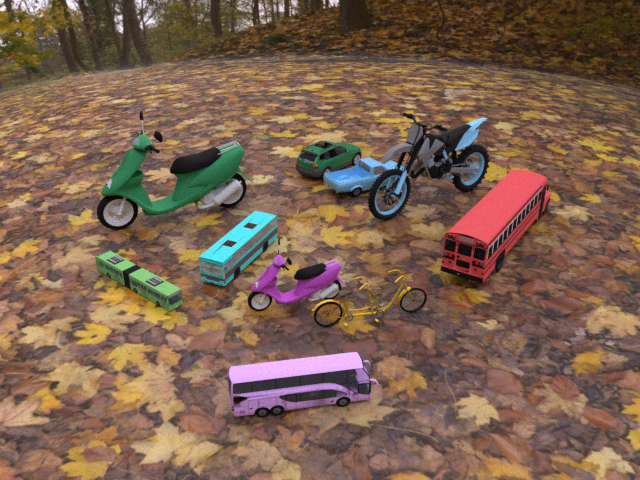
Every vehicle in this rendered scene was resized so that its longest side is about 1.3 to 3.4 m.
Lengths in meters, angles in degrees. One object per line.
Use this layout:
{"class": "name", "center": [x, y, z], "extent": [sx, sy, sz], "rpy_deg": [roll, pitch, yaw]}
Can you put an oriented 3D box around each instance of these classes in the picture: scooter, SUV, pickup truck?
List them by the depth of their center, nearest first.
{"class": "scooter", "center": [-0.320, 0.499, 9.607], "extent": [1.399, 0.919, 0.662], "rpy_deg": [-8, 30, -14]}
{"class": "scooter", "center": [-2.451, -1.190, 11.788], "extent": [2.721, 1.786, 1.288], "rpy_deg": [-13, 31, -23]}
{"class": "pickup truck", "center": [0.875, -1.234, 13.196], "extent": [1.603, 0.511, 0.640], "rpy_deg": [-15, 32, -25]}
{"class": "SUV", "center": [0.191, -1.685, 13.948], "extent": [0.656, 0.580, 1.572], "rpy_deg": [22, 35, 34]}

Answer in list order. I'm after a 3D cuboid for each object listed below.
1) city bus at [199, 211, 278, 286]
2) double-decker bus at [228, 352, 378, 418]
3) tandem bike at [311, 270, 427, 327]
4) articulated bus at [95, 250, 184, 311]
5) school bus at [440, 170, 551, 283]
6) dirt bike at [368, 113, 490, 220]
{"class": "city bus", "center": [-1.221, 0.120, 10.776], "extent": [0.476, 0.460, 1.674], "rpy_deg": [12, 31, 21]}
{"class": "double-decker bus", "center": [-0.194, 1.630, 7.933], "extent": [1.672, 0.541, 0.389], "rpy_deg": [-5, 29, -9]}
{"class": "tandem bike", "center": [0.673, 0.782, 9.336], "extent": [1.642, 0.682, 0.283], "rpy_deg": [-8, 30, -14]}
{"class": "articulated bus", "center": [-2.639, 0.571, 10.132], "extent": [1.749, 0.289, 0.311], "rpy_deg": [22, 36, 35]}
{"class": "school bus", "center": [2.946, -0.354, 11.241], "extent": [0.709, 0.844, 3.322], "rpy_deg": [17, 33, 29]}
{"class": "dirt bike", "center": [1.994, -1.372, 12.244], "extent": [2.903, 1.666, 1.024], "rpy_deg": [-20, 34, -32]}
